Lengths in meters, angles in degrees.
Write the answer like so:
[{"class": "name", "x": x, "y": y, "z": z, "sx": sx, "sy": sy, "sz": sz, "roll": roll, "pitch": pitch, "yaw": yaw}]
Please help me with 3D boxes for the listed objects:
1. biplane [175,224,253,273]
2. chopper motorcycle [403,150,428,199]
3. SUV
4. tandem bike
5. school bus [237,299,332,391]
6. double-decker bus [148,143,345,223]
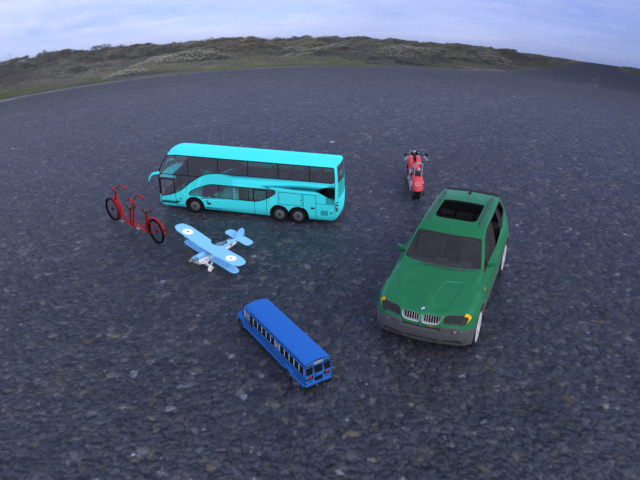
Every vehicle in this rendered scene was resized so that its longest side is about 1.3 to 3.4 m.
[{"class": "biplane", "x": -1.468, "y": 0.130, "z": 10.128, "sx": 1.336, "sy": 0.504, "sz": 1.090, "roll": 20, "pitch": 33, "yaw": 34}, {"class": "chopper motorcycle", "x": 1.706, "y": -1.290, "z": 12.631, "sx": 0.466, "sy": 0.761, "sz": 1.563, "roll": 1, "pitch": 27, "yaw": 2}, {"class": "SUV", "x": 1.719, "y": 0.231, "z": 9.241, "sx": 1.276, "sy": 1.128, "sz": 3.058, "roll": 11, "pitch": 29, "yaw": 20}, {"class": "tandem bike", "x": -2.948, "y": -0.438, "z": 11.047, "sx": 1.642, "sy": 0.682, "sz": 0.283, "roll": 23, "pitch": 35, "yaw": 37}, {"class": "school bus", "x": -0.471, "y": 1.147, "z": 8.209, "sx": 0.365, "sy": 0.434, "sz": 1.708, "roll": -16, "pitch": 31, "yaw": -29}, {"class": "double-decker bus", "x": -1.202, "y": -0.977, "z": 11.696, "sx": 3.251, "sy": 1.052, "sz": 0.756, "roll": 6, "pitch": 28, "yaw": 12}]
